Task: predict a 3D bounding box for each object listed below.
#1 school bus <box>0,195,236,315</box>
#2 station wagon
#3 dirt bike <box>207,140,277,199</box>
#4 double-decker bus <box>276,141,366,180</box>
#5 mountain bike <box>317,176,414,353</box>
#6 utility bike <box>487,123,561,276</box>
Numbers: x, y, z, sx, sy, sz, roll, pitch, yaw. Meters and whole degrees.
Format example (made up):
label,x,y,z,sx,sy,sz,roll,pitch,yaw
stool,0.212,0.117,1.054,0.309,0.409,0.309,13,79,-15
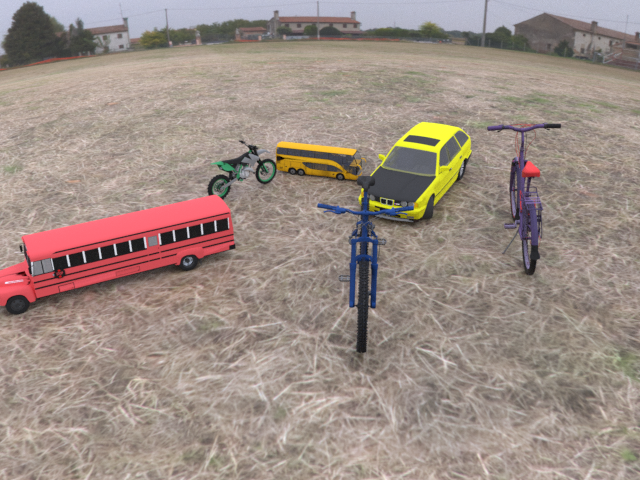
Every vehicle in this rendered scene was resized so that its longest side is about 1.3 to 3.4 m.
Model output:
label,x,y,z,sx,sy,sz,roll,pitch,yaw
school bus,-2.847,0.146,9.711,3.322,0.844,0.709,-15,32,-25
station wagon,1.733,-1.305,12.296,1.327,0.920,3.105,13,31,23
dirt bike,-1.356,-1.242,12.247,1.493,0.857,0.527,-24,36,-36
double-decker bus,0.002,-1.463,12.983,1.672,0.541,0.389,8,30,15
mountain bike,0.557,0.100,8.913,1.114,1.688,2.857,2,29,3
utility bike,2.927,-0.743,10.303,1.039,1.839,2.791,4,29,7
